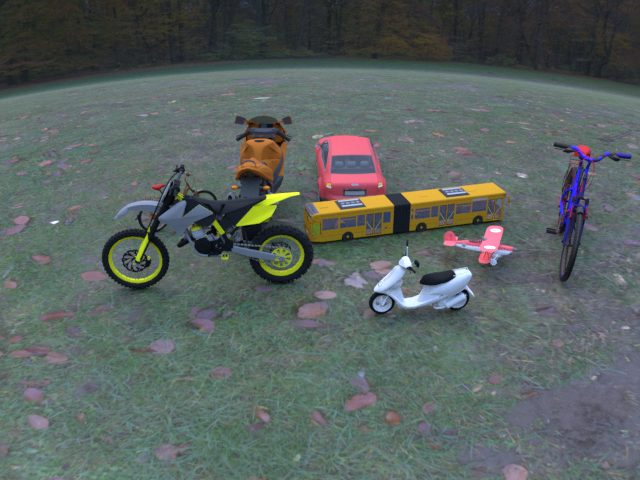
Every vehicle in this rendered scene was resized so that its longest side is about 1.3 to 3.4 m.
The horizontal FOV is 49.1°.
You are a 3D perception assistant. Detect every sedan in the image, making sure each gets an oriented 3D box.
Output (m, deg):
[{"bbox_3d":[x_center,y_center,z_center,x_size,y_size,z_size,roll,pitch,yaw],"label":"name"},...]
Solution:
[{"bbox_3d":[0.527,-1.460,13.059,1.235,0.940,3.137,-1,27,-2],"label":"sedan"}]

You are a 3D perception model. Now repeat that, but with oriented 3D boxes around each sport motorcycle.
[{"bbox_3d":[-0.977,-1.042,11.489,0.983,1.596,2.955,1,27,2],"label":"sport motorcycle"}]

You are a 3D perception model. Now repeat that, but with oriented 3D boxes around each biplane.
[{"bbox_3d":[2.397,0.078,10.472,1.090,0.504,1.336,9,28,17],"label":"biplane"}]

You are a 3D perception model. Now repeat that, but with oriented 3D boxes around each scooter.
[{"bbox_3d":[1.335,0.535,9.094,1.399,0.919,0.662,-2,27,-5],"label":"scooter"}]

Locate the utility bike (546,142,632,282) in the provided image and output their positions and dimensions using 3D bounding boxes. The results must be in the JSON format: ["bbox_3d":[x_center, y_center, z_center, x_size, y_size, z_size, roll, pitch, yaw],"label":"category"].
[{"bbox_3d":[3.877,-0.636,10.407,1.039,1.839,2.791,7,28,14],"label":"utility bike"}]

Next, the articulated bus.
[{"bbox_3d":[1.436,-0.461,11.486,3.401,0.561,0.605,-7,27,-14],"label":"articulated bus"}]

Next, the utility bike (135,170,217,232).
[{"bbox_3d":[-2.381,-0.679,11.491,1.435,0.946,0.535,-15,30,-28],"label":"utility bike"}]

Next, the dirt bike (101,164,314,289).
[{"bbox_3d":[-1.536,-0.095,9.517,2.903,1.666,1.024,-2,27,-5],"label":"dirt bike"}]
